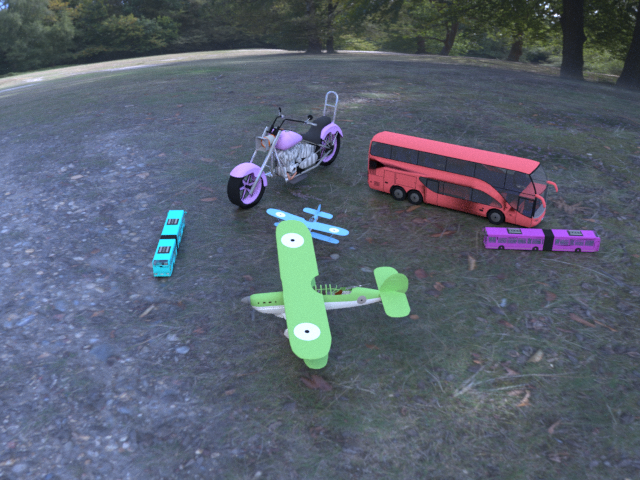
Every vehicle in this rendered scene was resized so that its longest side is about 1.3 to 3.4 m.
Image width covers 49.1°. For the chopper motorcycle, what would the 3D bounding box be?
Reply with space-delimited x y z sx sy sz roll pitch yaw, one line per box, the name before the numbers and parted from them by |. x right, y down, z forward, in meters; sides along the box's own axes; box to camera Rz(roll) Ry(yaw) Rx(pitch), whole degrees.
chopper motorcycle | -0.582 -1.688 12.798 0.906 1.480 3.040 20 34 32

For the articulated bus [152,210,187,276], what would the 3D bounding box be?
articulated bus | -2.328 0.022 10.873 0.311 0.289 1.749 -1 28 -2

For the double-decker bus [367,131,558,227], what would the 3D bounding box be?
double-decker bus | 2.368 -1.059 12.080 3.251 1.052 0.756 16 32 28

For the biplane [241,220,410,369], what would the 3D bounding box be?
biplane | 0.073 0.741 8.801 2.120 0.981 2.598 -3 28 -6

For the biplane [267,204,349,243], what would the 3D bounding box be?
biplane | -0.147 -0.229 11.113 1.336 0.504 1.090 9 29 16

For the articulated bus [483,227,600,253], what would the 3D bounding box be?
articulated bus | 3.437 -0.006 10.924 1.749 0.289 0.311 2 28 4
